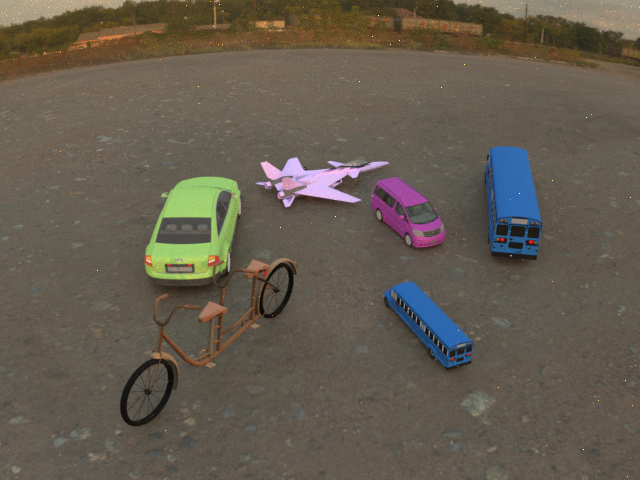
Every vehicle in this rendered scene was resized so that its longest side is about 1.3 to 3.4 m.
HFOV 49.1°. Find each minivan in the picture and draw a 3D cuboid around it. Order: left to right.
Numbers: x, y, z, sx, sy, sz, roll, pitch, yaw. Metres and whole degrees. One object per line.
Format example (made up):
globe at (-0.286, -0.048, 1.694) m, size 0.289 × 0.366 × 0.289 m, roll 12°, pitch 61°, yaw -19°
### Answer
minivan at (1.432, -0.458, 11.401) m, size 0.681 × 0.616 × 1.548 m, roll -13°, pitch 32°, yaw -22°

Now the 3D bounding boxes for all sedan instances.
sedan at (-1.914, -0.348, 10.882) m, size 1.235 × 0.940 × 3.137 m, roll 0°, pitch 30°, yaw 0°

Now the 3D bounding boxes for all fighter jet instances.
fighter jet at (0.227, -1.308, 12.953) m, size 2.640 × 0.557 × 2.229 m, roll -17°, pitch 34°, yaw -27°

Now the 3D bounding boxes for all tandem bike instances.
tandem bike at (-1.194, 0.905, 8.294) m, size 0.550 × 1.326 × 3.192 m, roll 18°, pitch 34°, yaw 28°

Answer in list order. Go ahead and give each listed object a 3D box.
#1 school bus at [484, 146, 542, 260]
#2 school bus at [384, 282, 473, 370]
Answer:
school bus at (3.169, -0.758, 11.698) m, size 0.709 × 0.844 × 3.322 m, roll 5°, pitch 30°, yaw 9°
school bus at (1.337, 1.018, 8.996) m, size 0.365 × 0.434 × 1.708 m, roll -12°, pitch 32°, yaw -20°
